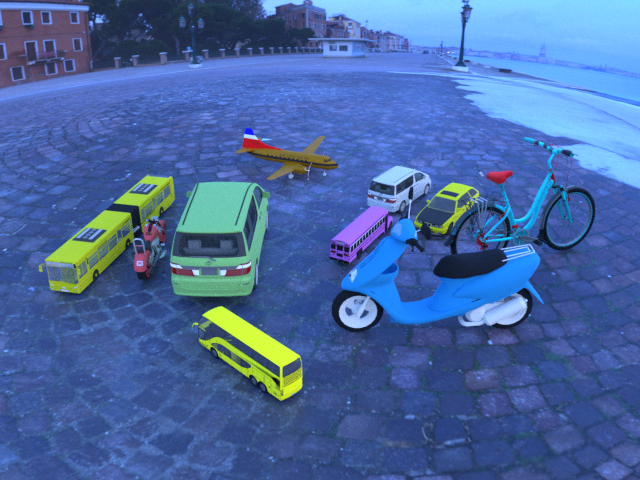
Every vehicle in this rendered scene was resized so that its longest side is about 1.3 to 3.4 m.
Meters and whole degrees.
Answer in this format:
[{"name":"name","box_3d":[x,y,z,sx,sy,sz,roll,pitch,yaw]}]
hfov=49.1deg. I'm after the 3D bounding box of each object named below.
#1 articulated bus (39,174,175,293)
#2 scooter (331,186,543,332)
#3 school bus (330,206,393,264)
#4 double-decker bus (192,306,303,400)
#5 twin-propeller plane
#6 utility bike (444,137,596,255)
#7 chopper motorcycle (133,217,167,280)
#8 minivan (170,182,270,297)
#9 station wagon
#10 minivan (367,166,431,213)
[{"name":"articulated bus","box_3d":[-3.259,-0.207,11.277,0.605,0.561,3.401,6,28,12]},{"name":"scooter","box_3d":[1.507,0.375,8.807,2.721,1.786,1.288,-1,27,-2]},{"name":"school bus","box_3d":[0.706,-0.129,11.265,0.365,0.434,1.708,14,30,26]},{"name":"double-decker bus","box_3d":[-0.879,1.306,8.358,0.389,0.541,1.672,-24,36,-38]},{"name":"twin-propeller plane","box_3d":[-0.616,-1.759,14.042,2.129,0.792,2.663,11,29,20]},{"name":"utility bike","box_3d":[3.047,-0.560,10.567,2.791,1.839,1.039,-11,29,-21]},{"name":"chopper motorcycle","box_3d":[-2.572,-0.004,10.665,0.466,0.761,1.563,0,27,0]},{"name":"minivan","box_3d":[-1.454,-0.243,10.652,1.324,1.197,3.011,0,27,1]},{"name":"station wagon","box_3d":[2.205,-0.576,12.090,0.682,0.473,1.597,17,32,29]},{"name":"minivan","box_3d":[1.477,-1.002,12.762,0.681,0.616,1.548,17,32,30]}]
